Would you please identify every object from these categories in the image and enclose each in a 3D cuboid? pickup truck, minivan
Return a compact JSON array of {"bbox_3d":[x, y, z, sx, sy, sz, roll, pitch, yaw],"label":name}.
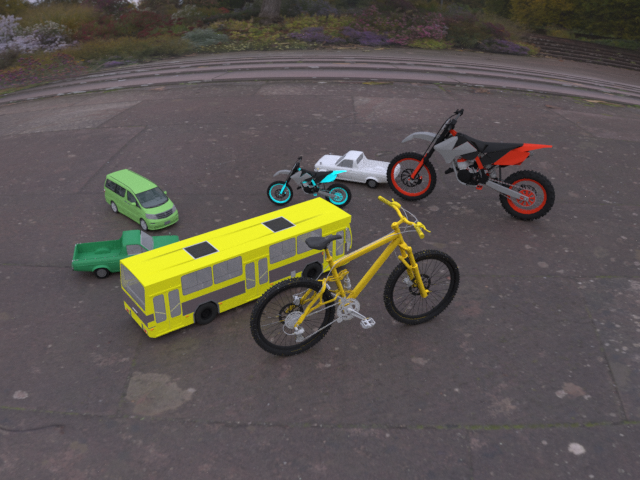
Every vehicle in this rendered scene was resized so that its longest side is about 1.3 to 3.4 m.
[{"bbox_3d":[0.704,-1.383,13.287,1.603,0.511,0.640,10,31,18],"label":"pickup truck"},{"bbox_3d":[-3.057,-0.692,11.926,0.681,0.616,1.548,-26,38,-38],"label":"minivan"},{"bbox_3d":[-2.875,0.168,10.476,1.603,0.511,0.640,-6,29,-11],"label":"pickup truck"}]

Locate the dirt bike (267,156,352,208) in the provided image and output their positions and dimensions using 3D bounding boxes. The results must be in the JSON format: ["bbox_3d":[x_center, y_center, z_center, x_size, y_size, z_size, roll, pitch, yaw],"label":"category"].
[{"bbox_3d":[-0.193,-0.965,12.171,1.493,0.857,0.527,2,29,4],"label":"dirt bike"}]

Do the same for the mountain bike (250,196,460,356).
[{"bbox_3d":[0.501,0.517,8.625,2.857,1.688,1.114,-11,31,-19],"label":"mountain bike"}]

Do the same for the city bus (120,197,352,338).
[{"bbox_3d":[-1.065,0.341,9.765,3.255,0.894,0.926,-20,34,-31],"label":"city bus"}]

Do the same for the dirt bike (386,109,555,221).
[{"bbox_3d":[2.531,-1.250,11.851,2.903,1.666,1.024,11,31,19],"label":"dirt bike"}]
